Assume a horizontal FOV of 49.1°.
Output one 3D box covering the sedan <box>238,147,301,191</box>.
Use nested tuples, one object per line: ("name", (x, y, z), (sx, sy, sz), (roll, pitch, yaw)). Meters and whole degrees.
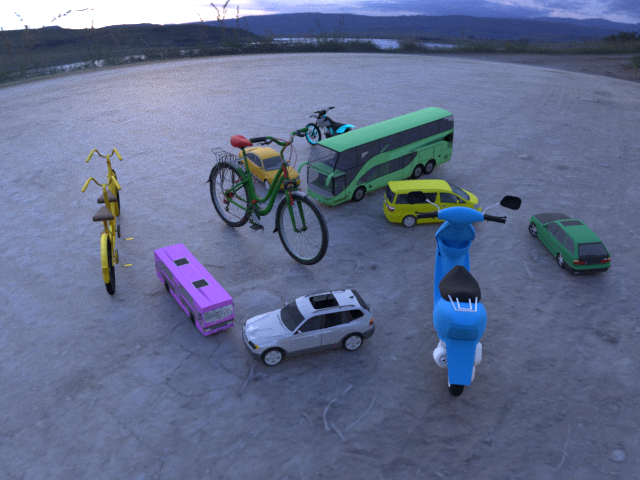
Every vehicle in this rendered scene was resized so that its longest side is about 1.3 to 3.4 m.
("sedan", (-0.928, -1.345, 12.665), (0.635, 0.483, 1.613), (-17, 33, -28))

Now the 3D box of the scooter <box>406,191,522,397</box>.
("scooter", (1.588, 0.411, 8.061), (1.288, 1.786, 2.721), (3, 29, 6))

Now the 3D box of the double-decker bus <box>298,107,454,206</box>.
("double-decker bus", (1.093, -1.494, 12.343), (3.251, 1.052, 0.756), (-23, 36, -35))

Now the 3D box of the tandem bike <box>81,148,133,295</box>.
("tandem bike", (-3.042, -0.426, 10.087), (0.550, 1.326, 3.192), (-6, 29, -11))

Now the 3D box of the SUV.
("SUV", (-0.133, 0.985, 8.270), (1.572, 0.580, 0.656), (-8, 30, -15))

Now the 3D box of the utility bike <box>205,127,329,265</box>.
("utility bike", (-0.784, -0.826, 10.287), (1.039, 1.839, 2.791), (-25, 37, -37))

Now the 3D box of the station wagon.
("station wagon", (3.648, -0.060, 10.306), (0.682, 0.473, 1.597), (-4, 29, -7))

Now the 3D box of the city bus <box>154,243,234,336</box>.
("city bus", (-1.653, 0.622, 9.064), (0.476, 0.460, 1.674), (-16, 32, -27))

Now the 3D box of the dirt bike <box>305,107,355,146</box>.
("dirt bike", (0.201, -2.112, 13.687), (0.527, 0.857, 1.493), (-24, 36, -37))

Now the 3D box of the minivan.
("minivan", (1.806, -0.620, 11.191), (1.548, 0.616, 0.681), (-3, 29, -5))
